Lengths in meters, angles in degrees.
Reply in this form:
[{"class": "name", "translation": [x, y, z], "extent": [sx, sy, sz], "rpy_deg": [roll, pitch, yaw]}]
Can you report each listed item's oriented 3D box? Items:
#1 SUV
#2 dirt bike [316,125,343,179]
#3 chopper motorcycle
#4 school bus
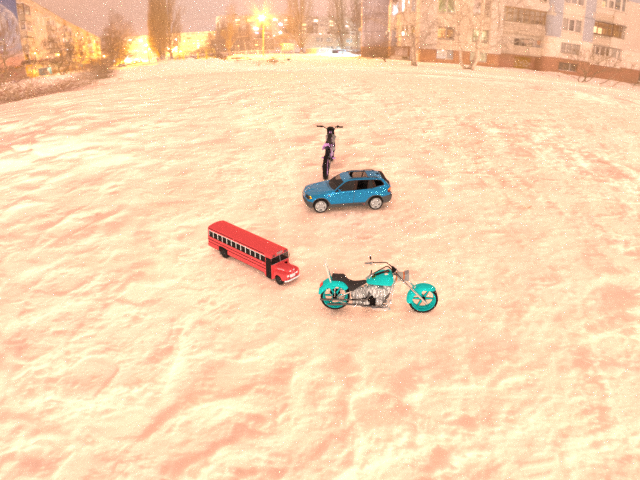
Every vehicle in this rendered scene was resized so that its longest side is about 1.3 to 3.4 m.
[{"class": "SUV", "translation": [0.477, -0.889, 12.291], "extent": [1.572, 0.580, 0.656], "rpy_deg": [-4, 27, -7]}, {"class": "dirt bike", "translation": [0.172, -1.797, 13.811], "extent": [0.527, 0.857, 1.493], "rpy_deg": [3, 27, 6]}, {"class": "chopper motorcycle", "translation": [0.760, 0.590, 9.104], "extent": [1.563, 0.761, 0.466], "rpy_deg": [0, 26, 1]}, {"class": "school bus", "translation": [-0.986, 0.170, 10.320], "extent": [1.708, 0.434, 0.365], "rpy_deg": [23, 34, 38]}]
